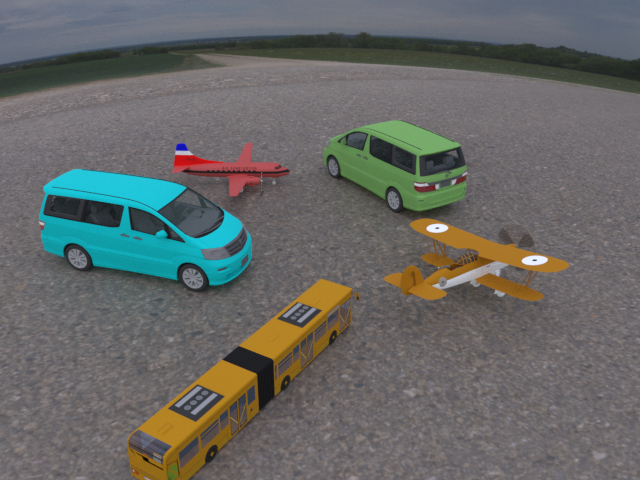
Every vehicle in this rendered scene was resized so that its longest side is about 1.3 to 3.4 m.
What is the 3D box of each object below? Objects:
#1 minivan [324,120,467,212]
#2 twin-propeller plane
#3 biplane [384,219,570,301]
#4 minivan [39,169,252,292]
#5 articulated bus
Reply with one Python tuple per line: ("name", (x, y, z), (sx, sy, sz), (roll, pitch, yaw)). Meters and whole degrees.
("minivan", (1.244, -1.474, 12.494), (1.324, 1.197, 3.011), (-16, 31, -29))
("twin-propeller plane", (-1.609, -1.380, 12.756), (2.129, 0.792, 2.663), (0, 27, 1))
("biplane", (1.852, 0.362, 9.142), (2.120, 0.981, 2.598), (-17, 32, -30))
("minivan", (-2.473, -0.204, 10.011), (3.011, 1.197, 1.324), (8, 28, 16))
("articulated bus", (-0.657, 1.400, 7.575), (0.605, 0.561, 3.401), (16, 31, 28))
